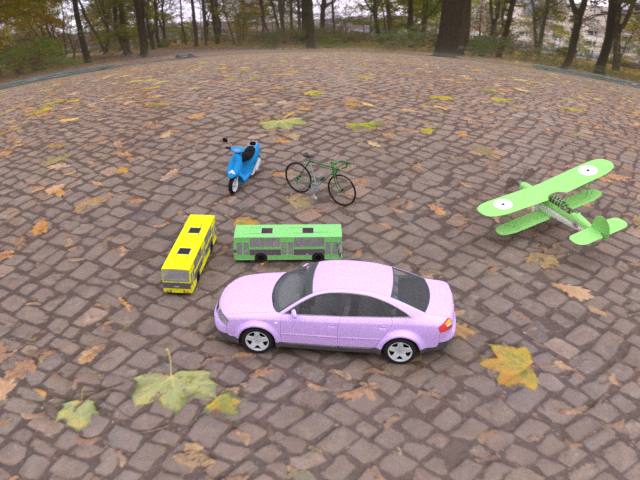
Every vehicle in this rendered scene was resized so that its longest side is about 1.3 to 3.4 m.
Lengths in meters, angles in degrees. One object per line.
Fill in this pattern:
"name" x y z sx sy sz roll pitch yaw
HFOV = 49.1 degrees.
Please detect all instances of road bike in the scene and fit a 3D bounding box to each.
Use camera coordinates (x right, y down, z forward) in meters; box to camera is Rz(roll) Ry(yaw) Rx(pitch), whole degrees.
"road bike" -0.006 -1.122 12.540 1.545 0.852 0.358 19 35 29

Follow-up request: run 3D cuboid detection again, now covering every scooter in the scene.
"scooter" -1.435 -1.513 13.157 0.662 0.919 1.399 9 31 15

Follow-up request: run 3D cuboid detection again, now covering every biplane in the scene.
"biplane" 3.833 -0.484 11.293 2.598 0.981 2.120 -13 32 -22

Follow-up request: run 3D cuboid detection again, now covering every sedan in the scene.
"sedan" 0.181 0.814 9.062 3.137 0.940 1.235 3 30 6

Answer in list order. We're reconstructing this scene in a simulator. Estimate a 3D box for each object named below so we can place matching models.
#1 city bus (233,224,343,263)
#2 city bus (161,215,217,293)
"city bus" -0.491 0.054 10.877 1.674 0.460 0.476 0 30 -1
"city bus" -1.954 0.203 10.616 0.476 0.460 1.674 3 30 4
